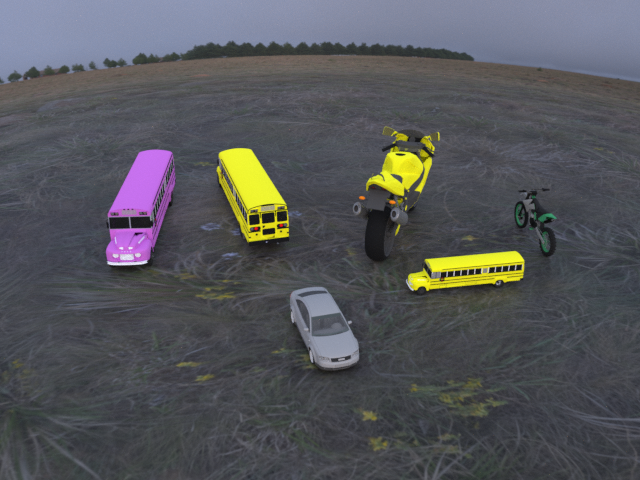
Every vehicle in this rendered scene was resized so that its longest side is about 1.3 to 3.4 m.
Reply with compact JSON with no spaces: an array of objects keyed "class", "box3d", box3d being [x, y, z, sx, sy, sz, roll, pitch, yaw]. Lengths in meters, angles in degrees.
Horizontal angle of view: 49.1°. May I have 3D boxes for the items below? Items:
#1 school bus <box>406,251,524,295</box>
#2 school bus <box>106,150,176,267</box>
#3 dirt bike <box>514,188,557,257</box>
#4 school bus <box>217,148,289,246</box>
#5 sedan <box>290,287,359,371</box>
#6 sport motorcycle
[{"class":"school bus","box3d":[2.119,0.472,10.251,1.708,0.434,0.365,-5,27,-10]},{"class":"school bus","box3d":[-3.012,-0.600,11.929,0.709,0.844,3.322,-2,27,-3]},{"class":"dirt bike","box3d":[3.520,-0.373,11.462,0.527,0.857,1.493,-4,27,-8]},{"class":"school bus","box3d":[-1.283,-0.880,12.486,0.709,0.844,3.322,-8,28,-15]},{"class":"sedan","box3d":[0.039,1.067,9.013,0.635,0.483,1.613,-7,28,-14]},{"class":"sport motorcycle","box3d":[1.284,-0.834,11.557,0.983,1.596,2.955,9,28,18]}]
